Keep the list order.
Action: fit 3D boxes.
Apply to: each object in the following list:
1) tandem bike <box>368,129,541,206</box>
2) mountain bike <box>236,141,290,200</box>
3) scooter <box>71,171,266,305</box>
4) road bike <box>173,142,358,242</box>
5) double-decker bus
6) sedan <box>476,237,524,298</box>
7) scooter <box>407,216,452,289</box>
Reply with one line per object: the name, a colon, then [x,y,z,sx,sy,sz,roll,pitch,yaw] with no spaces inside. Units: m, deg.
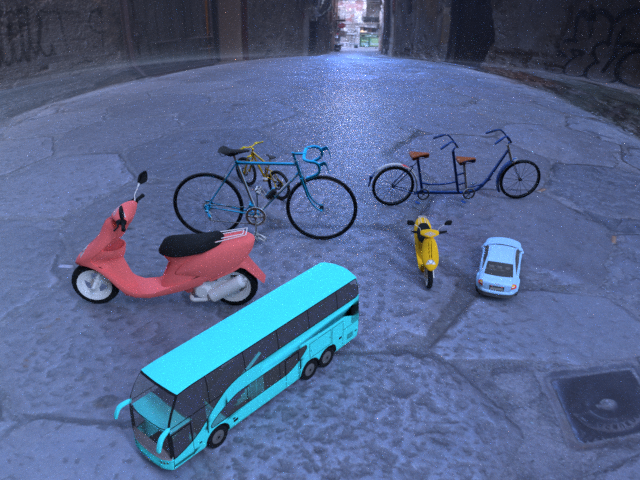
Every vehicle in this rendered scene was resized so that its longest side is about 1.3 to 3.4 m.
tandem bike: [2.437,-1.271,12.494,3.192,1.326,0.550,-3,29,-6]
mountain bike: [-1.079,-1.291,13.000,1.469,0.868,0.573,25,38,37]
scooter: [-2.121,0.118,9.532,2.721,1.786,1.288,1,29,1]
road bike: [-0.896,-0.754,11.228,3.004,1.656,0.696,2,29,3]
double-decker bus: [-0.774,1.360,8.058,0.756,1.052,3.251,23,37,35]
sedan: [2.711,0.324,10.499,0.635,0.483,1.613,8,30,15]
scooter: [1.602,0.036,10.569,0.662,0.919,1.399,0,29,0]
